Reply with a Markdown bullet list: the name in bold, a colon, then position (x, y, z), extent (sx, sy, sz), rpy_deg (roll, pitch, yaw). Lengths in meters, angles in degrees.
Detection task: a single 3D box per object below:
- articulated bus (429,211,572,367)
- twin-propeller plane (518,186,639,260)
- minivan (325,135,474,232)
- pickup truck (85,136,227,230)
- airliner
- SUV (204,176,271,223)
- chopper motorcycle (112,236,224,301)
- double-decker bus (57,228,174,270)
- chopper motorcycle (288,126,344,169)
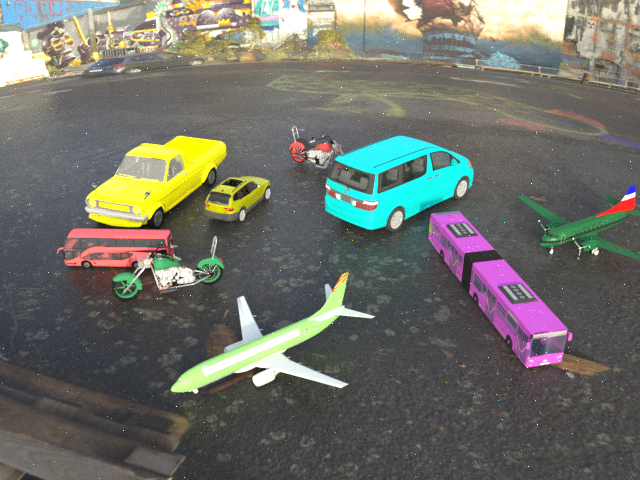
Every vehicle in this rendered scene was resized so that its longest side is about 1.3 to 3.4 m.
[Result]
- **articulated bus**: position (2.322, 0.536, 9.684), extent (0.605, 0.561, 3.401), rpy_deg (-6, 28, -11)
- **twin-propeller plane**: position (4.255, -0.313, 11.041), extent (2.129, 0.792, 2.663), rpy_deg (-15, 31, -26)
- **minivan**: position (1.469, -1.133, 12.157), extent (3.011, 1.197, 1.324), rpy_deg (-25, 37, -38)
- **pickup truck**: position (-2.828, -1.194, 12.490), extent (1.244, 0.993, 3.117), rpy_deg (10, 29, 18)
- **airliner**: position (-0.627, 1.106, 8.315), extent (2.541, 0.835, 2.257), rpy_deg (-19, 33, -32)
- **SUV**: position (-1.417, -0.812, 12.209), extent (0.656, 0.580, 1.572), rpy_deg (11, 30, 20)
- **chopper motorcycle**: position (-2.116, 0.393, 9.740), extent (1.563, 0.761, 0.466), rpy_deg (-9, 29, -16)
- **double-decker bus**: position (-3.042, 0.125, 10.482), extent (1.672, 0.541, 0.389), rpy_deg (1, 28, 2)
- **chopper motorcycle**: position (0.059, -1.743, 13.773), extent (1.563, 0.761, 0.466), rpy_deg (18, 33, 30)
